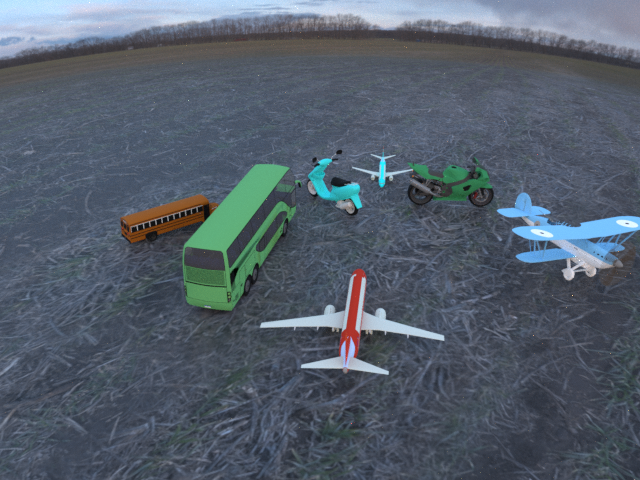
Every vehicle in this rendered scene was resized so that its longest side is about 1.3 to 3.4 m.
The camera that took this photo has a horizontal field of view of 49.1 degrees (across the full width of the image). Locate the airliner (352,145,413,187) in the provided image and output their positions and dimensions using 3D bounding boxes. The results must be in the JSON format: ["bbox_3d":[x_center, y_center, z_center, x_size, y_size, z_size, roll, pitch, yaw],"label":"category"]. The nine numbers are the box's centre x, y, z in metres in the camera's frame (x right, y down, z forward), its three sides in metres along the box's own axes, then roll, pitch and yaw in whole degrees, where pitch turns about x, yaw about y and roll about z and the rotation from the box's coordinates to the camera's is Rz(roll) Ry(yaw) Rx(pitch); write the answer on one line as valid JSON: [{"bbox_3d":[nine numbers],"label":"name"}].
[{"bbox_3d":[1.185,-1.385,13.250,1.161,0.429,1.307,3,29,5],"label":"airliner"}]

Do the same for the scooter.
[{"bbox_3d":[0.225,-1.007,12.043,0.662,0.919,1.399,-22,35,-34],"label":"scooter"}]

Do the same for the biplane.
[{"bbox_3d":[3.601,-0.070,10.252,2.598,0.981,2.120,-14,32,-24],"label":"biplane"}]

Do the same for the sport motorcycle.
[{"bbox_3d":[2.252,-0.973,12.081,1.520,0.821,0.506,2,29,4],"label":"sport motorcycle"}]

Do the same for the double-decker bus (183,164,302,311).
[{"bbox_3d":[-1.075,-0.181,10.383,0.756,1.052,3.251,7,29,13],"label":"double-decker bus"}]

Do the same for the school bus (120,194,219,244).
[{"bbox_3d":[-2.370,-0.371,11.379,1.708,0.434,0.365,-20,35,-33],"label":"school bus"}]

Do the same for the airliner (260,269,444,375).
[{"bbox_3d":[0.417,0.825,8.757,2.257,0.835,2.541,3,29,6],"label":"airliner"}]
